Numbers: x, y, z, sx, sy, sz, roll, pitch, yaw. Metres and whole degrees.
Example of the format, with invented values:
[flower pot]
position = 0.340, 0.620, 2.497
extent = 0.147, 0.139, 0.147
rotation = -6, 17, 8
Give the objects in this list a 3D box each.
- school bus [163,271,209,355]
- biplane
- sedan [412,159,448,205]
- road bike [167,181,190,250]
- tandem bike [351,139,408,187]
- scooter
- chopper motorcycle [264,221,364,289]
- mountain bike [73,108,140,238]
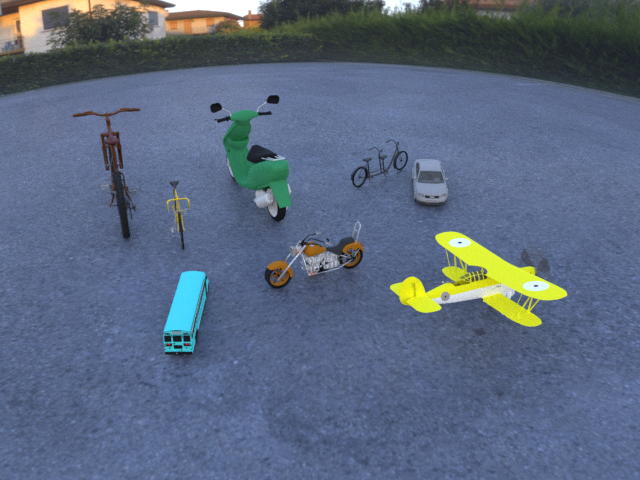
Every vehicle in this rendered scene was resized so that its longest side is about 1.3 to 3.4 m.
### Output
[school bus]
position = -1.736, 0.883, 9.226
extent = 0.365, 0.434, 1.708
rotation = 0, 28, -1
[biplane]
position = 1.980, 0.587, 9.201
extent = 2.120, 0.981, 2.598
rotation = -10, 29, -18
[sedan]
position = 2.036, -1.139, 12.996
extent = 0.635, 0.483, 1.613
rotation = 2, 28, 4
[road bike]
position = -2.302, -0.471, 11.340
extent = 0.358, 0.852, 1.545
rotation = -7, 29, -13
[tandem bike]
position = 1.165, -1.500, 13.464
extent = 1.642, 0.682, 0.283
rotation = -24, 36, -38
[scooter]
position = -1.164, -1.527, 12.335
extent = 1.288, 1.786, 2.721
rotation = -13, 31, -23
[chopper motorcycle]
position = -0.064, 0.212, 10.144
extent = 1.563, 0.761, 0.466
rotation = -13, 30, -22
[mountain bike]
position = -3.467, -1.226, 11.871
extent = 1.114, 1.688, 2.857
rotation = -9, 29, -16
